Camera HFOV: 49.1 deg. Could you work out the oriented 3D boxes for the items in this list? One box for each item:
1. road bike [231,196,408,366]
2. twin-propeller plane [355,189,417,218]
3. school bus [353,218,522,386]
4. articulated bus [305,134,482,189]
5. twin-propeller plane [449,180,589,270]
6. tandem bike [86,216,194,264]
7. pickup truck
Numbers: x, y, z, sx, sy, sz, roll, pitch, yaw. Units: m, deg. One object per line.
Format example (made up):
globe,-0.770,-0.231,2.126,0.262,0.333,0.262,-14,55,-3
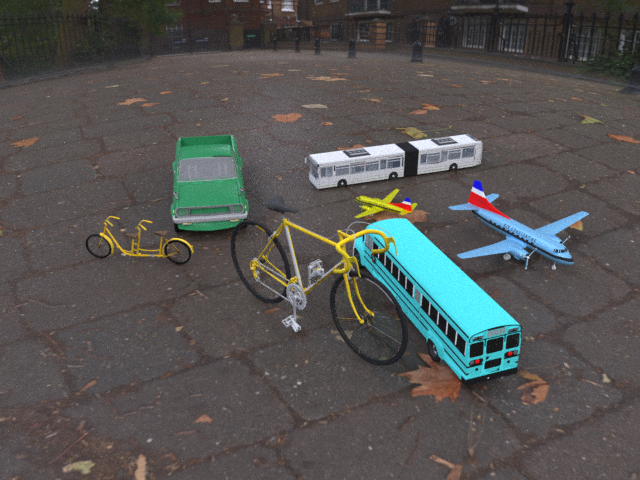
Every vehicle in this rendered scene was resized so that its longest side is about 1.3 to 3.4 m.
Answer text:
road bike,-0.123,0.372,8.403,3.004,1.656,0.696,25,37,38
twin-propeller plane,1.043,-0.621,11.617,1.095,0.407,1.370,18,33,30
school bus,1.305,0.571,8.894,0.709,0.844,3.322,-10,29,-18
articulated bus,1.425,-1.485,13.087,3.401,0.561,0.605,-10,29,-18
twin-propeller plane,2.950,-0.223,10.453,2.663,0.792,2.129,-17,32,-28
tandem bike,-2.633,0.013,10.125,1.642,0.682,0.283,4,28,7
pickup truck,-1.915,-1.142,11.977,1.244,0.993,3.117,-4,28,-8
